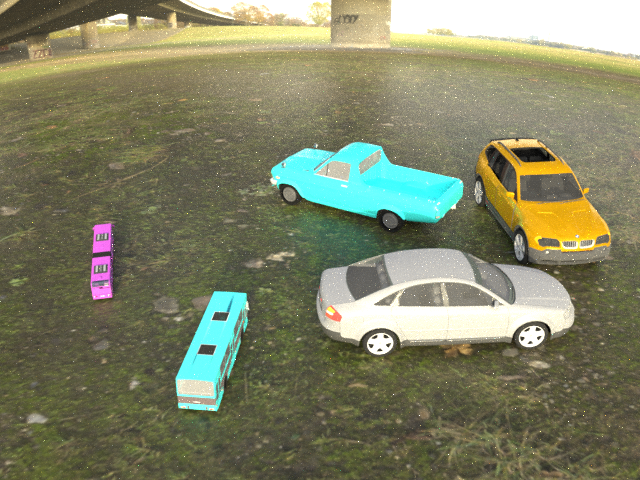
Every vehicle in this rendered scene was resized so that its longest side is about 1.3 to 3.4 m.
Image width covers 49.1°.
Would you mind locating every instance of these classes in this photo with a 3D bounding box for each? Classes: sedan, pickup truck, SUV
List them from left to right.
[{"bbox_3d":[0.723,-0.985,11.448,3.117,0.993,1.244,16,32,27],"label":"pickup truck"},{"bbox_3d":[1.525,0.656,8.496,3.137,0.940,1.235,-2,29,-3],"label":"sedan"},{"bbox_3d":[3.324,-0.681,10.750,1.276,1.128,3.058,-3,29,-6],"label":"SUV"}]

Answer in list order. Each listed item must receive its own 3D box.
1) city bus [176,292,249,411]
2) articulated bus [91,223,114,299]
[{"bbox_3d":[-1.183,1.231,7.944,0.476,0.460,1.674,3,29,5],"label":"city bus"},{"bbox_3d":[-3.062,0.269,9.885,0.311,0.289,1.749,-7,29,-12],"label":"articulated bus"}]
